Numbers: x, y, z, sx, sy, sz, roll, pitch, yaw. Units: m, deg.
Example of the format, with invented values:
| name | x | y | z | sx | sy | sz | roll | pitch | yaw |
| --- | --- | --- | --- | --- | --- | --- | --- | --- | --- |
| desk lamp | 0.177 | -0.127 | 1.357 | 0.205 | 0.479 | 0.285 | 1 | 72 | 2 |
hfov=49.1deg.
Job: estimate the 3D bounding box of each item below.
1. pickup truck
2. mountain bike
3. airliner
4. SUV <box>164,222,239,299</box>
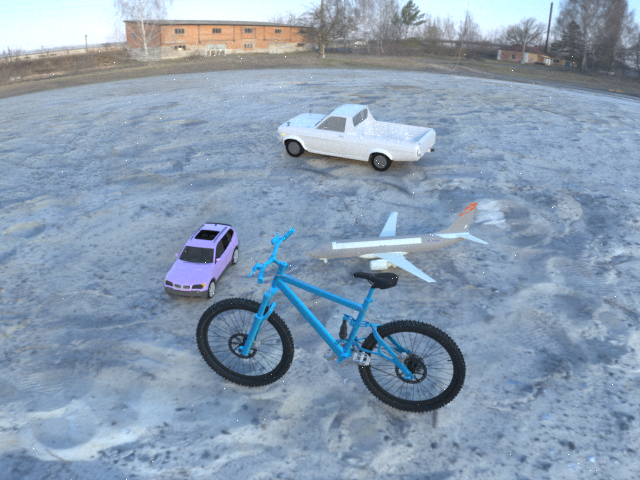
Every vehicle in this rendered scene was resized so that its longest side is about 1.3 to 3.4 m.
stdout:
| name | x | y | z | sx | sy | sz | roll | pitch | yaw |
| --- | --- | --- | --- | --- | --- | --- | --- | --- | --- |
| pickup truck | 0.707 | -2.143 | 14.030 | 3.117 | 0.993 | 1.244 | 12 | 29 | 22 |
| mountain bike | 0.061 | 0.921 | 7.130 | 2.857 | 1.688 | 1.114 | 6 | 27 | 12 |
| airliner | 1.056 | -0.097 | 10.118 | 2.541 | 0.835 | 2.257 | -3 | 27 | -7 |
| SUV | -1.614 | 0.255 | 9.699 | 0.656 | 0.580 | 1.572 | 6 | 27 | 11 |
